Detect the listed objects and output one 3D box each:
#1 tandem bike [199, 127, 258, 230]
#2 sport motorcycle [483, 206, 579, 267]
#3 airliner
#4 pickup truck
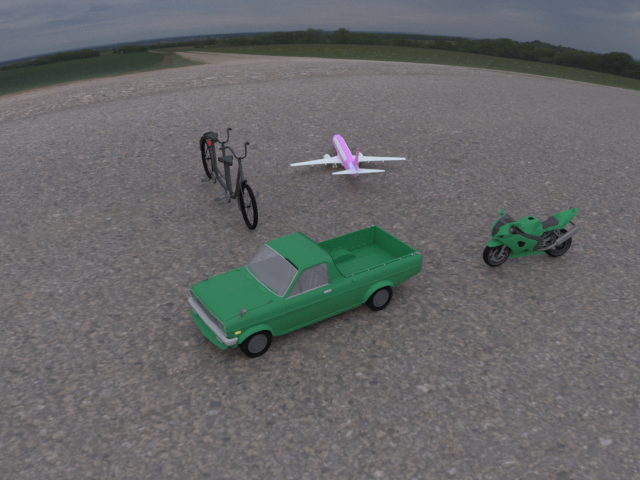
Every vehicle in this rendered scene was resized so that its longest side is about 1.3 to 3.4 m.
[{"bbox_3d":[-1.652,-1.297,12.228,0.550,1.326,3.192,-12,30,-21],"label":"tandem bike"},{"bbox_3d":[3.132,-0.053,10.426,1.520,0.821,0.506,-8,29,-15],"label":"sport motorcycle"},{"bbox_3d":[0.514,-1.808,13.710,2.257,0.835,2.541,-4,28,-7],"label":"airliner"},{"bbox_3d":[-0.144,0.482,9.239,3.117,0.993,1.244,-17,32,-29],"label":"pickup truck"}]
